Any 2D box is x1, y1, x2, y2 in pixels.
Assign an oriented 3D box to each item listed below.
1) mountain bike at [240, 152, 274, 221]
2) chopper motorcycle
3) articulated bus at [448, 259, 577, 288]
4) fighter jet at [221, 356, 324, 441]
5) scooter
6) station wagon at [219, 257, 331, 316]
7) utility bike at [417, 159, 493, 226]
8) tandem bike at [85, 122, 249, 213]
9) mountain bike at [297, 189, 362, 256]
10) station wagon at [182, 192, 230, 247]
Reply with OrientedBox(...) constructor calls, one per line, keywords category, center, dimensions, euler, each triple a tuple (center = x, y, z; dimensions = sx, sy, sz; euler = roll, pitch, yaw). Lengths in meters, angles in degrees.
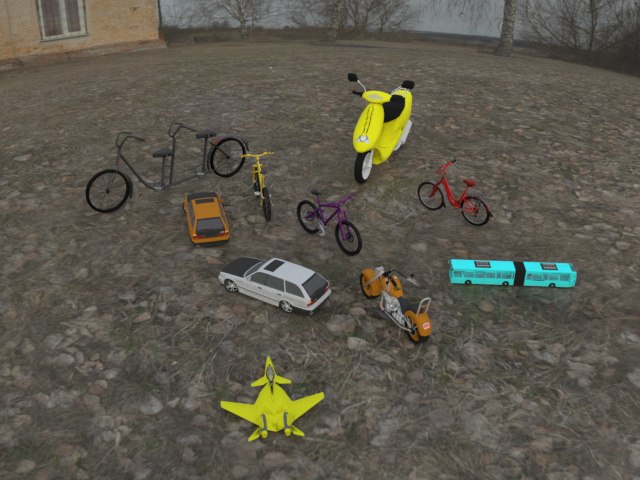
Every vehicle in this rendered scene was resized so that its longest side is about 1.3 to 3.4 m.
OrientedBox(category="mountain bike", center=(-0.997, -0.951, 11.852), dimensions=(0.573, 0.868, 1.469), euler=(-7, 30, -13))
OrientedBox(category="chopper motorcycle", center=(0.955, 0.709, 9.044), dimensions=(0.466, 0.761, 1.563), euler=(-14, 32, -23))
OrientedBox(category="articulated bus", center=(2.711, 0.473, 9.937), dimensions=(1.749, 0.289, 0.311), euler=(2, 30, 3))
OrientedBox(category="fighter jet", center=(-0.540, 1.662, 7.849), dimensions=(1.147, 0.286, 1.358), euler=(-4, 30, -6))
OrientedBox(category="scooter", center=(1.217, -2.307, 13.307), dimensions=(1.288, 1.786, 2.721), euler=(13, 32, 21))
OrientedBox(category="station wagon", center=(-0.651, 0.538, 9.636), dimensions=(1.597, 0.473, 0.682), euler=(17, 34, 27))
OrientedBox(category="utility bike", center=(2.178, -0.754, 11.428), dimensions=(1.435, 0.946, 0.535), euler=(23, 37, 35))
OrientedBox(category="tandem bike", center=(-2.588, -1.415, 12.205), dimensions=(3.192, 1.326, 0.550), euler=(-21, 36, -33))
OrientedBox(category="mountain bike", center=(0.123, -0.330, 10.762), dimensions=(0.573, 0.868, 1.469), euler=(-23, 37, -35))
OrientedBox(category="station wagon", center=(-1.854, -0.441, 11.356), dimensions=(0.682, 0.473, 1.597), euler=(-7, 30, -12))
